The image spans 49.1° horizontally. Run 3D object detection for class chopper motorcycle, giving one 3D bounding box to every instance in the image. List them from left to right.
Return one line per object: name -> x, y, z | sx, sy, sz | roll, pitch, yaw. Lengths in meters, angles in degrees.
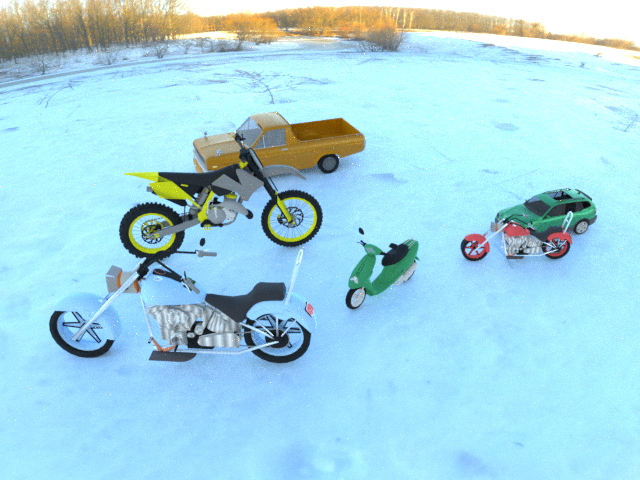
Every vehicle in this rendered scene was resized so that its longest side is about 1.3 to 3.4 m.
chopper motorcycle -> -1.552, 0.705, 7.780 | 3.040, 1.480, 0.906 | 2, 29, 4
chopper motorcycle -> 2.800, -0.056, 9.924 | 1.563, 0.761, 0.466 | 0, 29, 0

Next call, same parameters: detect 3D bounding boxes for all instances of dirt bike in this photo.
dirt bike -> -1.387, -0.544, 9.872 | 2.903, 1.666, 1.024 | -5, 29, -10

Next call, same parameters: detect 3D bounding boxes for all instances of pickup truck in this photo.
pickup truck -> -0.755, -1.778, 12.833 | 3.117, 0.993, 1.244 | -11, 30, -19

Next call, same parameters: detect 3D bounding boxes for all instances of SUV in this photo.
SUV -> 3.478, -0.408, 10.755 | 1.572, 0.580, 0.656 | -9, 30, -16

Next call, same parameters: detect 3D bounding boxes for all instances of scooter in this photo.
scooter -> 0.840, 0.297, 9.113 | 1.399, 0.919, 0.662 | -24, 37, -37
